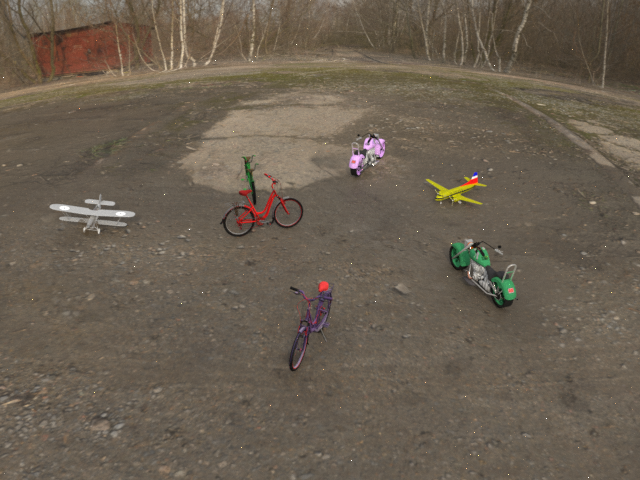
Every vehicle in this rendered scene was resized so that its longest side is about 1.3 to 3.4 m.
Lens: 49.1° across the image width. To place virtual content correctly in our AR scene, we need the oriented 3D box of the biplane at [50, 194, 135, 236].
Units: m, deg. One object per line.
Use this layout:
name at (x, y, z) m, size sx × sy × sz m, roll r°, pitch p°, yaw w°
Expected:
biplane at (-3.727, -0.432, 11.658) m, size 1.336 × 0.504 × 1.090 m, roll -2°, pitch 28°, yaw -4°

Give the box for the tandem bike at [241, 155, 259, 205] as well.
tandem bike at (-1.300, -1.235, 12.983) m, size 0.283 × 0.682 × 1.642 m, roll -5°, pitch 28°, yaw -10°

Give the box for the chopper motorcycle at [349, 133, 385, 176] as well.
chopper motorcycle at (0.973, -1.802, 13.967) m, size 0.466 × 0.761 × 1.563 m, roll 13°, pitch 31°, yaw 23°

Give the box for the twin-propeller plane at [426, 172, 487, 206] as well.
twin-propeller plane at (2.491, -0.936, 12.712) m, size 1.095 × 0.407 × 1.370 m, roll -19°, pitch 33°, yaw -32°

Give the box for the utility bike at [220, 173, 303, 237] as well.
utility bike at (-0.968, -0.578, 11.463) m, size 1.435 × 0.946 × 0.535 m, roll -10°, pitch 30°, yaw -19°

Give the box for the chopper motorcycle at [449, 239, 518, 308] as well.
chopper motorcycle at (2.287, 0.346, 9.918) m, size 0.466 × 0.761 × 1.563 m, roll -10°, pitch 29°, yaw -17°

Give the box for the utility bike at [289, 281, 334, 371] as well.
utility bike at (-0.044, 0.938, 8.604) m, size 0.535 × 0.946 × 1.435 m, roll 10°, pitch 29°, yaw 18°
